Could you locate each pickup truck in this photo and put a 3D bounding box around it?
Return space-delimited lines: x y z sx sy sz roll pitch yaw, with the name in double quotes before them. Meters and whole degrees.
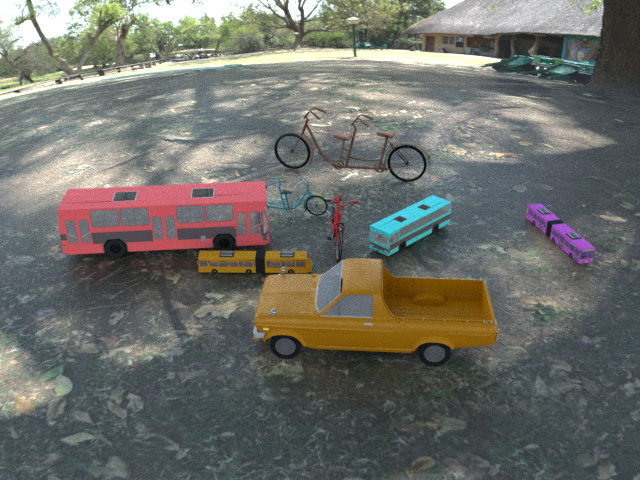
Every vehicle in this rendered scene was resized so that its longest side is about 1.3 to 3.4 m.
"pickup truck" 0.698 0.847 9.080 3.117 0.993 1.244 2 28 4

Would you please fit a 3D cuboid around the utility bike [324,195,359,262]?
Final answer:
"utility bike" 0.324 -0.308 11.273 0.535 0.946 1.435 -2 28 -3

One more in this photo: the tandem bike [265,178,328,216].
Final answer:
"tandem bike" -0.674 -0.781 12.430 1.642 0.682 0.283 5 29 9

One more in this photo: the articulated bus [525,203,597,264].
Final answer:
"articulated bus" 3.966 -0.139 11.651 0.311 0.289 1.749 -7 29 -12

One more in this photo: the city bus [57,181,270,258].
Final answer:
"city bus" -2.468 -0.332 11.372 3.255 0.894 0.926 -3 28 -5

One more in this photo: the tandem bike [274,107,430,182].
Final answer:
"tandem bike" 0.600 -1.879 13.789 3.192 1.326 0.550 8 29 14

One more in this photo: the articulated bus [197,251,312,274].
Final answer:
"articulated bus" -1.008 0.336 10.770 1.749 0.289 0.311 0 28 1

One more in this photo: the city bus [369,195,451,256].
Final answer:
"city bus" 1.518 -0.240 11.660 1.674 0.460 0.476 -25 37 -38
